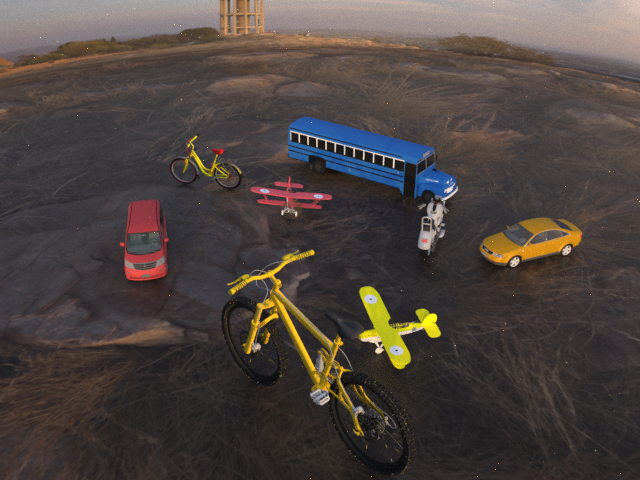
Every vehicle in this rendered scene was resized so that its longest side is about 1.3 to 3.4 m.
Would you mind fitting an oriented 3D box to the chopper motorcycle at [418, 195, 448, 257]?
[{"bbox_3d":[1.752,-0.334,10.796,0.466,0.761,1.563,9,31,16],"label":"chopper motorcycle"}]

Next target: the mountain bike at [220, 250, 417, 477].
[{"bbox_3d":[-0.129,1.201,7.175,1.114,1.688,2.857,-26,38,-37],"label":"mountain bike"}]

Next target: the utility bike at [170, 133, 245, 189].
[{"bbox_3d":[-2.034,-1.339,12.367,1.435,0.946,0.535,7,31,13],"label":"utility bike"}]

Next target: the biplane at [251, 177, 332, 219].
[{"bbox_3d":[-0.479,-0.727,11.741,1.336,0.504,1.090,-3,30,-4],"label":"biplane"}]

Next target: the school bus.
[{"bbox_3d":[0.921,-1.476,12.709,3.322,0.844,0.709,19,35,30],"label":"school bus"}]

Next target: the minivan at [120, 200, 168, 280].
[{"bbox_3d":[-2.584,-0.013,10.380,0.681,0.616,1.548,-6,30,-10],"label":"minivan"}]

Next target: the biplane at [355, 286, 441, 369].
[{"bbox_3d":[0.924,1.106,8.534,1.090,0.504,1.336,-8,31,-14],"label":"biplane"}]

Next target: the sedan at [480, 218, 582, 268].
[{"bbox_3d":[3.172,-0.019,10.523,1.613,0.483,0.635,-11,32,-19],"label":"sedan"}]
